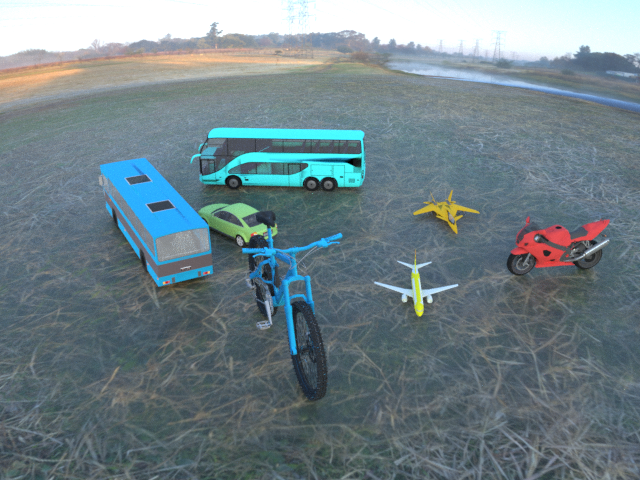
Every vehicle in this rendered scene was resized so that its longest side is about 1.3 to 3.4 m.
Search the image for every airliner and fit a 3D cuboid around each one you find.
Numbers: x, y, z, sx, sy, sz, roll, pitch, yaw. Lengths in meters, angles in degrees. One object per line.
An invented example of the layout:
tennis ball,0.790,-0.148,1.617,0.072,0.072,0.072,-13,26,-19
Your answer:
airliner,1.334,0.589,9.603,1.161,0.429,1.307,2,26,3

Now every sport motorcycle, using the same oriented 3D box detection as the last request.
sport motorcycle,3.452,0.093,10.172,1.520,0.821,0.506,-5,26,-10

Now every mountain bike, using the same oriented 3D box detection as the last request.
mountain bike,-0.454,0.565,8.220,1.114,1.688,2.857,-9,27,-18

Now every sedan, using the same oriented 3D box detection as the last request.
sedan,-1.379,-0.336,11.437,1.613,0.483,0.635,23,34,38

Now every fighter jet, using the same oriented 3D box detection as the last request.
fighter jet,2.188,-0.479,11.953,1.147,0.286,1.358,-1,26,-3

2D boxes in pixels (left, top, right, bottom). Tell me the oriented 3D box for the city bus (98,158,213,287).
city bus,-2.636,-0.340,10.976,0.926,0.894,3.255,-13,29,-25

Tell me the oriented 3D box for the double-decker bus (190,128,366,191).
double-decker bus,-0.767,-1.546,13.265,3.251,1.052,0.756,1,26,3
